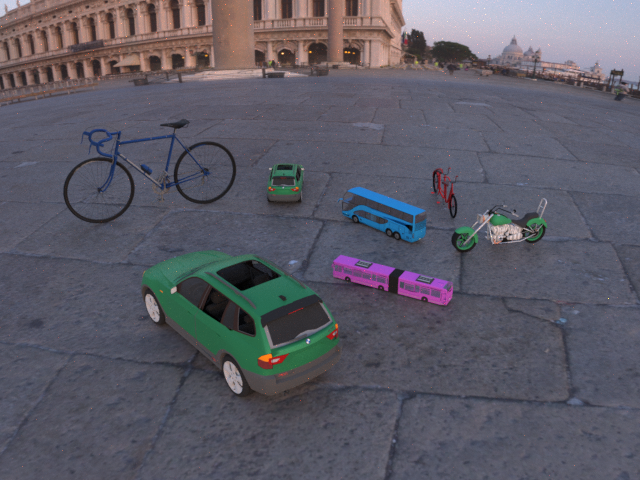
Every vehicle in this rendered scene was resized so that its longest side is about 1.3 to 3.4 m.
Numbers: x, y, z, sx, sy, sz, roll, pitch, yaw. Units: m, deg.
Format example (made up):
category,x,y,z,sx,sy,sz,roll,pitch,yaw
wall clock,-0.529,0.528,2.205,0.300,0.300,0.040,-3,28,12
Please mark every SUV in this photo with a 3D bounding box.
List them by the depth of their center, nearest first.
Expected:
category,x,y,z,sx,sy,sz,roll,pitch,yaw
SUV,-1.043,0.745,8.419,1.276,1.128,3.058,-19,32,-35
SUV,-0.632,-1.155,13.035,0.656,0.580,1.572,0,26,1

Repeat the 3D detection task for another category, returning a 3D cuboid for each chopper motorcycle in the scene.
category,x,y,z,sx,sy,sz,roll,pitch,yaw
chopper motorcycle,2.812,-0.232,10.892,1.563,0.761,0.466,-6,26,-12

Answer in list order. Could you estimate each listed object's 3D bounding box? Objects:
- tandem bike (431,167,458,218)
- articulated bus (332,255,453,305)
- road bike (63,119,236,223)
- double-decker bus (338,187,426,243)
category,x,y,z,sx,sy,sz,roll,pitch,yaw
tandem bike,2.230,-0.962,12.512,0.283,0.682,1.642,-2,26,-5
articulated bus,0.984,0.551,9.799,1.749,0.289,0.311,13,29,26
road bike,-2.849,-1.228,11.940,3.004,1.656,0.696,-13,28,-25
double-decker bus,1.018,-0.444,11.592,0.389,0.541,1.672,-22,33,-39
